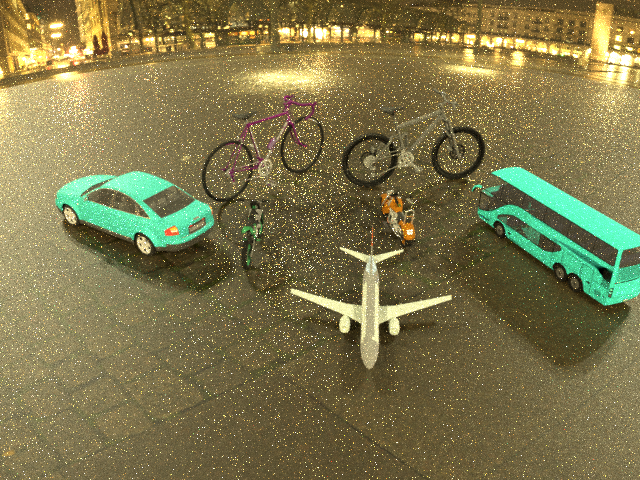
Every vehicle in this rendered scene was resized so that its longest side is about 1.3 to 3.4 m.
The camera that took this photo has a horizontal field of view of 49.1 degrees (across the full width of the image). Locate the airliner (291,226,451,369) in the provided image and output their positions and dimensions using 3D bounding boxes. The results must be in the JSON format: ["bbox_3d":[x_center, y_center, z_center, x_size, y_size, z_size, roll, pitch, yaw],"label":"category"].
[{"bbox_3d":[0.693,0.740,9.541,2.257,0.835,2.541,2,30,4],"label":"airliner"}]

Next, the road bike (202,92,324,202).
[{"bbox_3d":[-1.003,-1.775,13.139,3.004,1.656,0.697,-26,38,-37],"label":"road bike"}]

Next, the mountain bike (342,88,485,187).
[{"bbox_3d":[1.809,-1.848,13.236,2.857,1.688,1.114,-6,30,-10],"label":"mountain bike"}]

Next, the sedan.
[{"bbox_3d":[-3.212,-0.628,11.845,3.137,0.940,1.235,18,34,29],"label":"sedan"}]

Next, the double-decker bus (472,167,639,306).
[{"bbox_3d":[3.639,-0.189,10.958,0.756,1.052,3.251,-13,32,-21],"label":"double-decker bus"}]

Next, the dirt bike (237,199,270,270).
[{"bbox_3d":[-1.079,-0.193,11.162,0.527,0.857,1.493,3,30,6],"label":"dirt bike"}]

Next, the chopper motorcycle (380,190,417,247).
[{"bbox_3d":[1.288,-0.485,11.773,0.466,0.761,1.563,-6,30,-10],"label":"chopper motorcycle"}]
